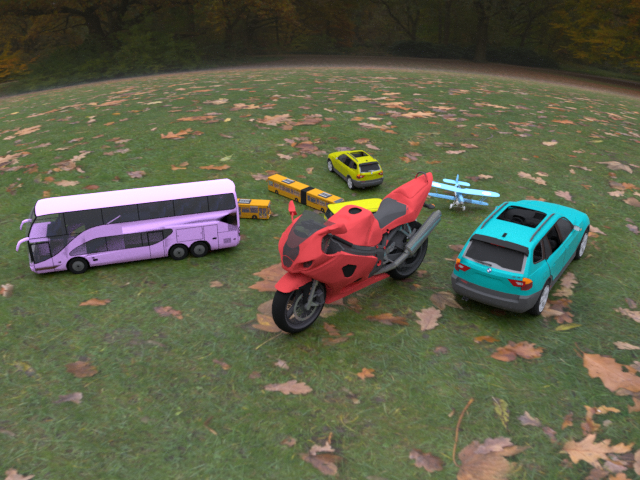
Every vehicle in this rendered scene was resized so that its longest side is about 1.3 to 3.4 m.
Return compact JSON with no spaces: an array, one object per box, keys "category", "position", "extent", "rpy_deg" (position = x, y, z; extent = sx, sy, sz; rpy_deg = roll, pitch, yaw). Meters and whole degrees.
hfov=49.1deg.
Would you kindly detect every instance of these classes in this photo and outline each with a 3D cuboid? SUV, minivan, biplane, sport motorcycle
[{"category":"SUV","position":[2.987,0.009,10.136],"extent":[1.276,1.128,3.058],"rpy_deg":[17,32,30]},{"category":"SUV","position":[0.676,-1.466,13.610],"extent":[0.656,0.580,1.572],"rpy_deg":[-10,29,-20]},{"category":"minivan","position":[0.845,-0.323,11.344],"extent":[1.548,0.616,0.681],"rpy_deg":[-9,29,-17]},{"category":"biplane","position":[2.497,-0.847,12.486],"extent":[1.336,0.504,1.090],"rpy_deg":[2,27,4]},{"category":"sport motorcycle","position":[0.503,0.124,9.400],"extent":[2.955,1.596,0.983],"rpy_deg":[-23,35,-38]}]

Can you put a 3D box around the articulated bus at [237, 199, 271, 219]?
[{"category":"articulated bus","position":[-1.715,-0.566,12.176],"extent":[1.749,0.289,0.311],"rpy_deg":[3,27,6]}]

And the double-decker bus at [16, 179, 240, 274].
[{"category":"double-decker bus","position":[-2.854,-0.211,10.649],"extent":[3.251,1.052,0.756],"rpy_deg":[-8,28,-15]}]

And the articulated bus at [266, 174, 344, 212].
[{"category":"articulated bus","position":[-0.282,-0.831,12.691],"extent":[1.749,0.289,0.311],"rpy_deg":[23,35,38]}]
